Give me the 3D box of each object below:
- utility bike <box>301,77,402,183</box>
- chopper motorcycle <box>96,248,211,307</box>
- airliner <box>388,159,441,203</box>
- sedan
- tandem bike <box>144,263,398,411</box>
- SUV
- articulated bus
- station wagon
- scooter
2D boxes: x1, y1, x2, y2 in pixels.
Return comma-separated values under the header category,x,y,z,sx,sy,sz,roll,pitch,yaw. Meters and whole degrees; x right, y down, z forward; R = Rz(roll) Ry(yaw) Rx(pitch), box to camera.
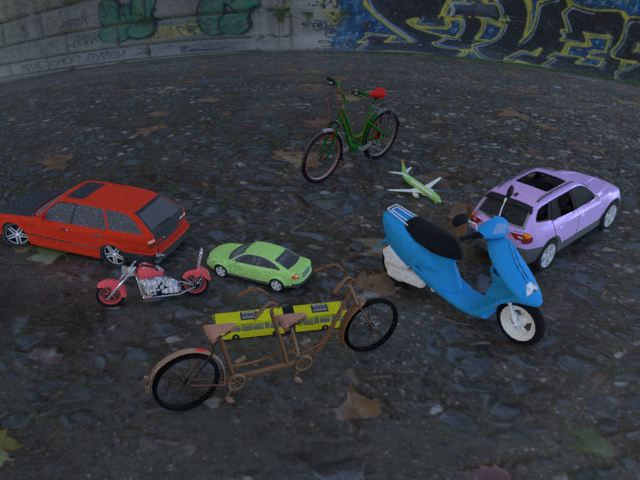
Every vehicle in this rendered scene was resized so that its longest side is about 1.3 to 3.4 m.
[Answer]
category,x,y,z,sx,sy,sz,roll,pitch,yaw
utility bike,0.738,-2.138,13.201,2.791,1.839,1.039,-26,39,-38
chopper motorcycle,-2.300,0.512,9.625,1.563,0.761,0.466,-6,30,-10
airliner,1.816,-1.054,12.718,1.161,0.429,1.307,-15,33,-24
sedan,-0.910,0.303,10.273,1.613,0.483,0.635,12,32,21
tandem bike,-0.457,1.083,8.047,3.192,1.326,0.550,-14,32,-23
SUV,3.637,-0.558,11.138,3.058,1.128,1.276,-24,38,-36
articulated bus,-0.508,1.051,9.153,1.749,0.289,0.311,-5,30,-9
station wagon,-3.675,-0.392,11.056,3.105,0.920,1.327,10,31,17
scooter,1.805,0.177,9.177,1.288,1.786,2.721,-26,39,-38
